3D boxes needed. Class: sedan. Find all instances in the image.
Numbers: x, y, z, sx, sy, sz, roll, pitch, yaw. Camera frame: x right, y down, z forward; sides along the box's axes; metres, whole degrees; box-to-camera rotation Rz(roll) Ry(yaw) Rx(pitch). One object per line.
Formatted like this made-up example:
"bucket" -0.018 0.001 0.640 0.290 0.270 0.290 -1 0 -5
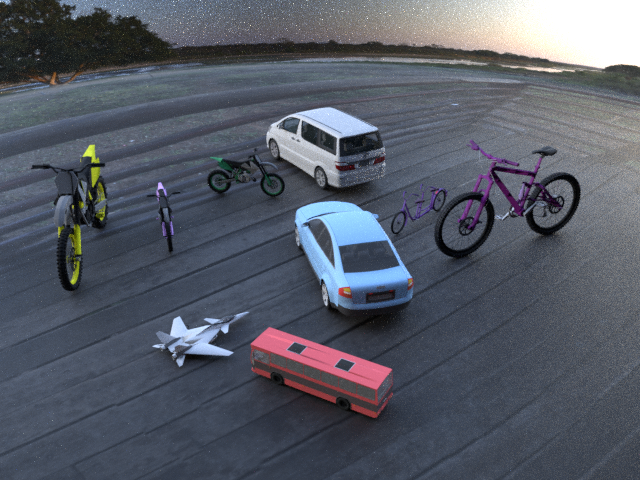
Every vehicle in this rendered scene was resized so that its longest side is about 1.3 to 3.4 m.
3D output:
"sedan" 0.411 0.057 10.392 1.235 0.940 3.137 -7 29 -13

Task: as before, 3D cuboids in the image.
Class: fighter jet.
"fighter jet" -1.440 1.131 9.059 1.147 0.286 1.358 25 37 38

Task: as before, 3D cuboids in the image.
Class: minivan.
"minivan" 0.030 -1.985 13.976 1.324 1.197 3.011 -16 32 -28

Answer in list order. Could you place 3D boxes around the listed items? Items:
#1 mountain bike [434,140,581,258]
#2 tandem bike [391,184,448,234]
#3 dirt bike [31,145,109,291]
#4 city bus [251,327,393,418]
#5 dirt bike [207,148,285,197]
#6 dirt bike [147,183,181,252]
"mountain bike" 3.023 -0.678 10.981 2.857 1.688 1.114 -13 30 -23
"tandem bike" 1.721 -0.620 11.947 0.283 0.682 1.642 23 36 36
"dirt bike" -3.634 -0.513 10.691 1.024 1.666 2.903 -2 28 -4
"city bus" -0.002 1.532 8.117 1.674 0.460 0.476 15 31 26
"dirt bike" -1.378 -1.227 12.908 1.493 0.857 0.527 5 28 9
"dirt bike" -2.522 -0.438 11.415 0.527 0.857 1.493 -8 29 -14
